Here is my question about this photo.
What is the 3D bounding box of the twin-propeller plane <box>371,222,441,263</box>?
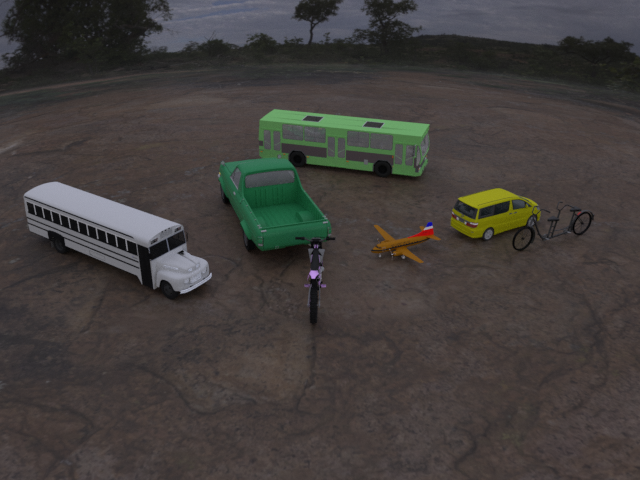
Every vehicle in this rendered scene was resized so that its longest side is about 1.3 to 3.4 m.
[{"bbox_3d":[1.250,-0.001,10.521,1.095,0.407,1.370,-12,29,-22],"label":"twin-propeller plane"}]

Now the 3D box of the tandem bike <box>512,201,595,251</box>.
[{"bbox_3d":[3.614,-0.267,10.743,1.642,0.682,0.283,-13,30,-24],"label":"tandem bike"}]

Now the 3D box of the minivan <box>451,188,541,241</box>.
[{"bbox_3d":[2.853,-0.476,11.227,1.548,0.616,0.681,-15,31,-27],"label":"minivan"}]

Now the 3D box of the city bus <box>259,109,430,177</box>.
[{"bbox_3d":[0.455,-1.880,13.690,3.255,0.894,0.926,9,28,16],"label":"city bus"}]

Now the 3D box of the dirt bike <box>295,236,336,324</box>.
[{"bbox_3d":[-0.066,0.417,9.199,0.527,0.857,1.493,1,27,2],"label":"dirt bike"}]

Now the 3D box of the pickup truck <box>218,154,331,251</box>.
[{"bbox_3d":[-0.819,-0.715,11.281,1.244,0.993,3.117,-8,28,-16],"label":"pickup truck"}]

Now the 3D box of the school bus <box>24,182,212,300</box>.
[{"bbox_3d":[-2.974,-0.054,10.143,3.322,0.844,0.709,18,32,31],"label":"school bus"}]
